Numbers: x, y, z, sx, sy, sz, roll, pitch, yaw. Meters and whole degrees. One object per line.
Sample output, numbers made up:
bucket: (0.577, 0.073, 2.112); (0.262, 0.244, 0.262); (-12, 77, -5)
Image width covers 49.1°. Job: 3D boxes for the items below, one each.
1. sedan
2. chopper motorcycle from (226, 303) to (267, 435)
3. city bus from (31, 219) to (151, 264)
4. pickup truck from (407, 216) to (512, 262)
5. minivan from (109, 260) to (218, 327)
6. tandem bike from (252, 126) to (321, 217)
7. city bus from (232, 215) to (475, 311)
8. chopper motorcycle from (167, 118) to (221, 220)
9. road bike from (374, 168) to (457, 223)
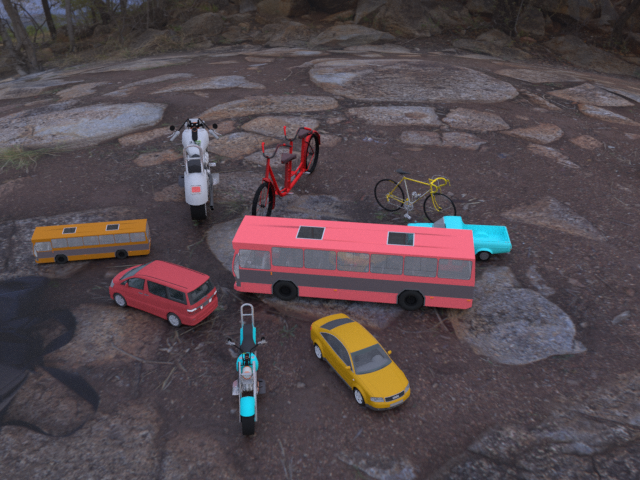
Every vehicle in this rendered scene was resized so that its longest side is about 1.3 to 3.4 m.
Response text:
sedan: (0.454, 1.369, 8.271); (0.635, 0.483, 1.613); (-15, 33, -25)
chopper motorcycle: (-0.816, 1.428, 7.884); (0.466, 0.761, 1.563); (-2, 30, -4)
city bus: (-3.455, 0.032, 10.657); (1.674, 0.460, 0.476); (-5, 30, -8)
pickup truck: (2.110, -0.058, 10.764); (1.603, 0.511, 0.640); (3, 30, 5)
minivan: (-2.143, 0.645, 9.416); (1.548, 0.616, 0.681); (15, 33, 25)
tandem bike: (-0.532, -1.344, 12.210); (0.550, 1.326, 3.192); (10, 31, 16)
city bus: (0.465, 0.327, 9.695); (3.255, 0.894, 0.926); (4, 30, 7)
chopper motorcycle: (-2.168, -1.496, 12.321); (0.906, 1.480, 3.040); (-4, 30, -7)
road bike: (1.568, -0.738, 11.620); (1.545, 0.852, 0.358); (19, 35, 30)
